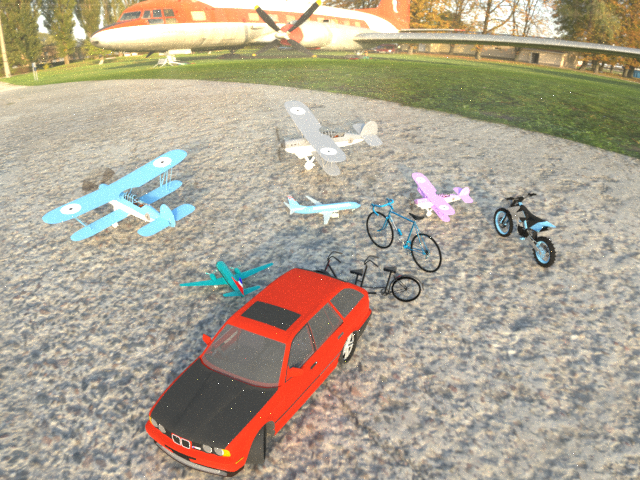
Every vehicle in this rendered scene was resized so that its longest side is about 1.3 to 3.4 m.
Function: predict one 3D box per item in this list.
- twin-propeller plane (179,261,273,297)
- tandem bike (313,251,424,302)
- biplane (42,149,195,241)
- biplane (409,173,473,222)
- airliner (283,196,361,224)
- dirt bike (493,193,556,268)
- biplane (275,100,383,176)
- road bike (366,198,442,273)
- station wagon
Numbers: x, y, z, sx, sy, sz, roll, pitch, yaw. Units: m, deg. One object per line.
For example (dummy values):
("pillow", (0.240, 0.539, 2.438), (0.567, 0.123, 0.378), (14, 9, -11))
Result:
("twin-propeller plane", (-1.246, 0.490, 9.680), (1.370, 0.407, 1.095), (-13, 30, -23))
("tandem bike", (0.572, 0.500, 9.366), (1.642, 0.682, 0.283), (3, 28, 7))
("biplane", (-2.949, -0.535, 11.016), (2.120, 0.981, 2.598), (23, 36, 37))
("biplane", (2.036, -0.681, 11.808), (1.090, 0.504, 1.336), (-9, 29, -16))
("airliner", (0.070, -0.616, 11.765), (1.307, 0.429, 1.161), (-8, 29, -14))
("dirt bike", (3.075, -0.219, 10.547), (0.527, 0.857, 1.493), (-10, 29, -19))
("biplane", (0.167, -1.925, 13.666), (2.120, 0.981, 2.598), (-10, 29, -18))
("road bike", (1.217, -0.094, 10.315), (0.358, 0.852, 1.545), (-21, 34, -35))
("station wagon", (-0.564, 1.233, 7.711), (1.327, 0.920, 3.105), (15, 31, 26))
